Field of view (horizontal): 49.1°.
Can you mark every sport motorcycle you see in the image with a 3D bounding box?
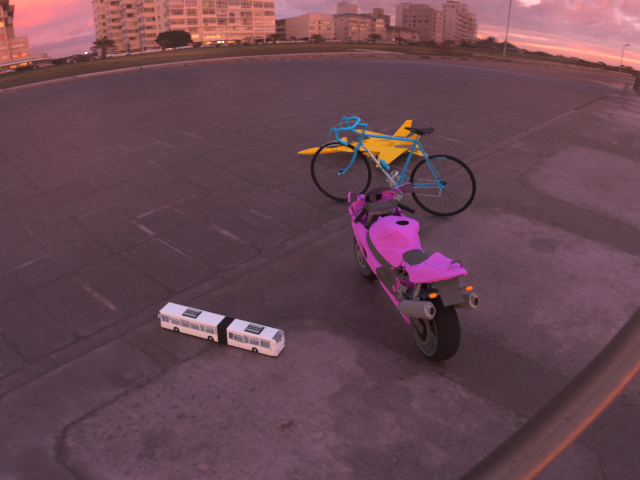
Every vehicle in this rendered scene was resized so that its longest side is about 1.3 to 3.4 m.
[{"bbox_3d":[1.094,0.321,9.347,0.983,1.596,2.955,-10,30,-17],"label":"sport motorcycle"}]

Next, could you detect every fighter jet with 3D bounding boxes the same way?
[{"bbox_3d":[0.823,-2.092,14.896,2.640,0.557,2.229,-5,29,-9],"label":"fighter jet"}]

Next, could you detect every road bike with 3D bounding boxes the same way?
[{"bbox_3d":[1.247,-1.298,12.276,3.004,1.656,0.697,9,30,17],"label":"road bike"}]

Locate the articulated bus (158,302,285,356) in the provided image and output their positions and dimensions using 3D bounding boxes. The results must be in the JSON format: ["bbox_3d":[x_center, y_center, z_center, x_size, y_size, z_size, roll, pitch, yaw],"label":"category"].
[{"bbox_3d":[-1.307,1.160,9.170,1.749,0.289,0.311,11,30,20],"label":"articulated bus"}]
